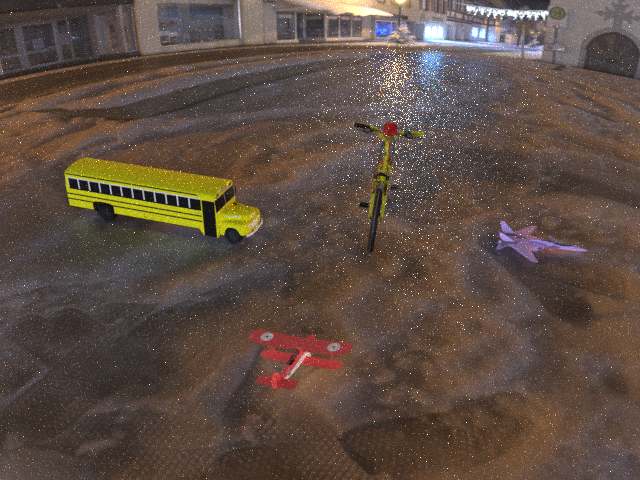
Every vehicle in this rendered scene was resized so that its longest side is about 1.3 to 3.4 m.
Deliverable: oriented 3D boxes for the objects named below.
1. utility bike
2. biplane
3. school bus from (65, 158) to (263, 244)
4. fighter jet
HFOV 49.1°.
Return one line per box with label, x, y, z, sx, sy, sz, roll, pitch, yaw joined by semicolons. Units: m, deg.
utility bike;1.078;-1.078;11.125;1.039;1.839;2.791;5;30;8
biplane;-0.312;1.396;8.178;1.336;0.504;1.090;13;32;21
school bus;-2.547;-0.678;11.427;3.322;0.844;0.709;10;31;17
fighter jet;3.436;0.002;10.807;1.358;0.286;1.147;8;31;13
